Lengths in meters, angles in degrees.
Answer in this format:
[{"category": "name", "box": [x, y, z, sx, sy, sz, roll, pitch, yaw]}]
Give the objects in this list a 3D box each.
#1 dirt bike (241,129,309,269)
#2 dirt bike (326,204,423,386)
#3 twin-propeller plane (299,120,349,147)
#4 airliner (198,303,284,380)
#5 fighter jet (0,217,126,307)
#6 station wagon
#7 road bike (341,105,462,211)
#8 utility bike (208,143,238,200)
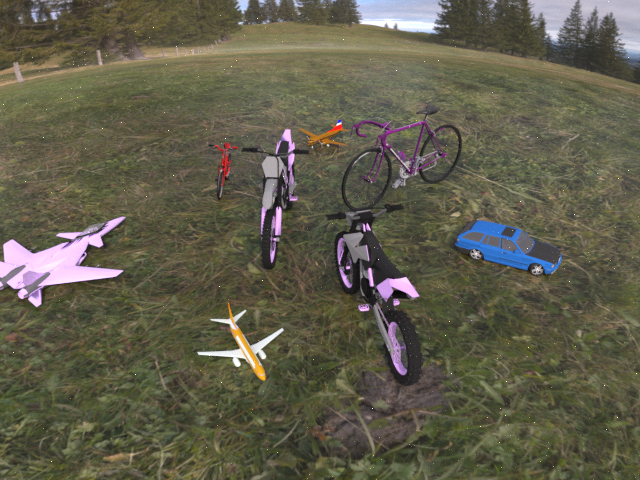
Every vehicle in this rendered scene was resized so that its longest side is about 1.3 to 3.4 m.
[{"category": "dirt bike", "box": [-0.648, -0.822, 11.276, 1.024, 1.666, 2.903, 3, 30, 4]}, {"category": "dirt bike", "box": [0.671, 0.484, 9.000, 1.024, 1.666, 2.903, -9, 31, -15]}, {"category": "twin-propeller plane", "box": [0.109, -2.285, 15.089, 1.370, 0.407, 1.095, 26, 38, 37]}, {"category": "airliner", "box": [-0.947, 1.283, 8.850, 1.161, 0.429, 1.307, -13, 32, -22]}, {"category": "fighter jet", "box": [-3.891, 0.054, 10.864, 2.229, 0.557, 2.640, 13, 32, 21]}, {"category": "station wagon", "box": [2.945, 0.084, 10.894, 1.597, 0.473, 0.682, 15, 33, 25]}, {"category": "road bike", "box": [1.543, -1.537, 12.532, 3.004, 1.656, 0.696, -22, 36, -33]}, {"category": "utility bike", "box": [-1.740, -1.396, 12.999, 0.535, 0.946, 1.435, 1, 30, 2]}]
